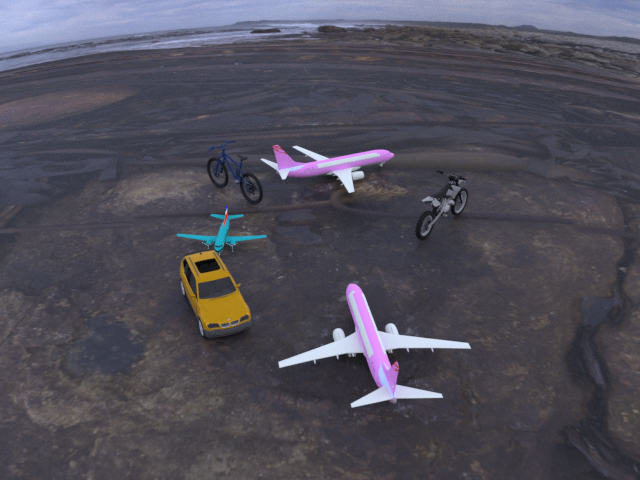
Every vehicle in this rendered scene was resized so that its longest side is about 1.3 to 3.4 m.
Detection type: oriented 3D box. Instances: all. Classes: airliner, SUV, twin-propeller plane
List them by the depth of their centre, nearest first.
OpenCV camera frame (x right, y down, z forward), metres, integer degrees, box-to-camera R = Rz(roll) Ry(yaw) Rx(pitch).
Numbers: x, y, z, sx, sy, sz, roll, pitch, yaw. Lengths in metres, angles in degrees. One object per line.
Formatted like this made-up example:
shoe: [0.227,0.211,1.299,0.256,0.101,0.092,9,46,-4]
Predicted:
airliner: [0.604,1.030,8.260,2.257,0.835,2.541,-4,30,-8]
SUV: [-1.401,0.659,9.156,0.656,0.580,1.572,-12,32,-20]
twin-propeller plane: [-1.491,-0.142,10.714,1.370,0.407,1.095,1,30,2]
airliner: [0.277,-1.534,12.695,2.541,0.835,2.257,-14,33,-23]

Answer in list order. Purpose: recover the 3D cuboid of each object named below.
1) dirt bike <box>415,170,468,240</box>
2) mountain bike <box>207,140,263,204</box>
dirt bike: [1.951,-0.598,11.053,0.527,0.857,1.493,23,37,34]
mountain bike: [-1.485,-1.166,12.025,1.469,0.868,0.573,26,39,38]
